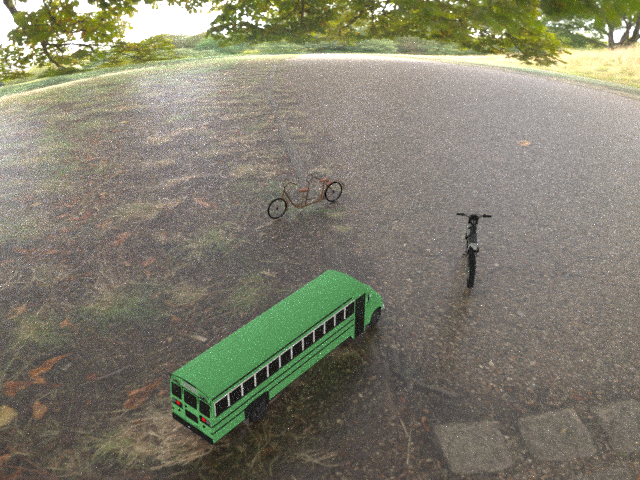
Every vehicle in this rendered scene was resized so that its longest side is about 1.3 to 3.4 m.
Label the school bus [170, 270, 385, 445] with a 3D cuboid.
[{"bbox_3d":[-0.354,1.239,8.661,0.709,0.844,3.322,22,36,33],"label":"school bus"}]

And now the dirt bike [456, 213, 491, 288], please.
[{"bbox_3d":[2.314,0.057,10.711,0.527,0.857,1.493,5,30,8],"label":"dirt bike"}]

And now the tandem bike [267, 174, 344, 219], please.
[{"bbox_3d":[-0.232,-0.842,12.454,1.642,0.682,0.283,-19,35,-29],"label":"tandem bike"}]
